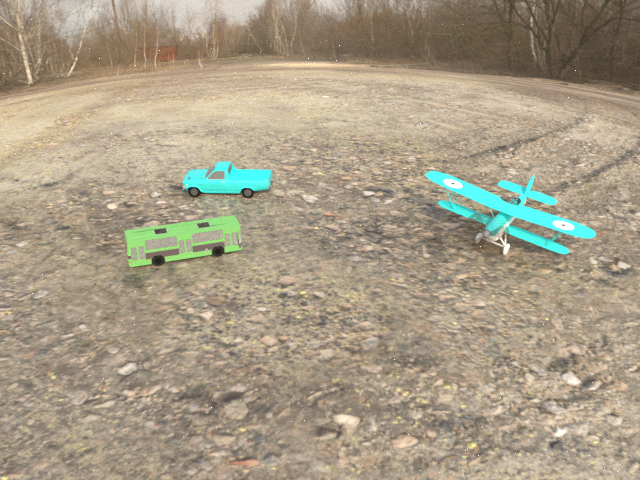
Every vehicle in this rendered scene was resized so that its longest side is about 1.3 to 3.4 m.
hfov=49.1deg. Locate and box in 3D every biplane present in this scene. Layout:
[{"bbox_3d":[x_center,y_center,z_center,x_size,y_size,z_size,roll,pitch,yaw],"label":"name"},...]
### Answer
[{"bbox_3d":[2.933,-0.418,10.703,2.598,0.981,2.120,16,31,29],"label":"biplane"}]

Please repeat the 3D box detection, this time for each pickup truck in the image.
[{"bbox_3d":[-1.662,-1.114,12.612,1.603,0.511,0.640,1,27,2],"label":"pickup truck"}]

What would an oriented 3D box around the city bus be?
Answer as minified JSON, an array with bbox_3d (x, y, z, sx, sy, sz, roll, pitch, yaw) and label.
[{"bbox_3d":[-2.017,0.029,10.392,1.674,0.460,0.476,-9,28,-17],"label":"city bus"}]
